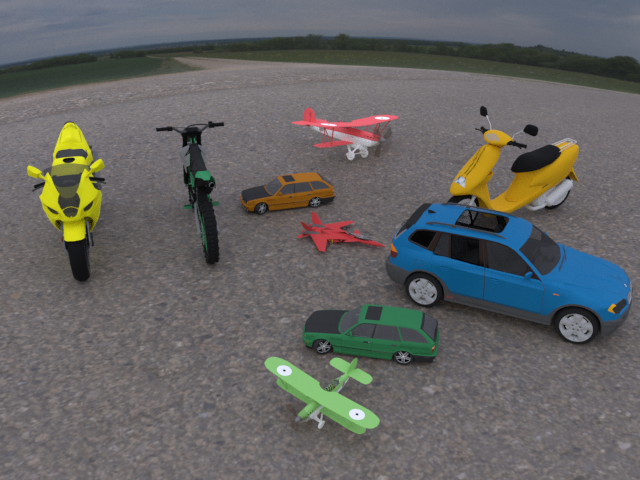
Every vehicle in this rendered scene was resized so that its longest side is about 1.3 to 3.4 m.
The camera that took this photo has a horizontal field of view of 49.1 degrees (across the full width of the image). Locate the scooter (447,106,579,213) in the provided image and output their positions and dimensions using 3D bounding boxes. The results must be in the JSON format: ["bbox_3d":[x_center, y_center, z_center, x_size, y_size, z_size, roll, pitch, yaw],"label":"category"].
[{"bbox_3d":[3.111,-1.148,11.100,2.721,1.786,1.288,-13,29,-24],"label":"scooter"}]

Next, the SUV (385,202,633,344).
[{"bbox_3d":[2.373,0.308,8.933,3.058,1.128,1.276,12,29,23],"label":"SUV"}]

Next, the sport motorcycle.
[{"bbox_3d":[-3.601,-0.643,10.305,0.983,1.596,2.955,-8,28,-15],"label":"sport motorcycle"}]

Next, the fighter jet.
[{"bbox_3d":[0.372,-0.110,10.704,1.358,0.286,1.147,12,29,23],"label":"fighter jet"}]

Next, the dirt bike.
[{"bbox_3d":[-1.874,-0.873,10.686,1.024,1.666,2.903,-7,28,-14],"label":"dirt bike"}]

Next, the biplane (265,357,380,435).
[{"bbox_3d":[0.096,1.566,7.122,1.336,0.504,1.090,18,32,31],"label":"biplane"}]

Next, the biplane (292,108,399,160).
[{"bbox_3d":[0.471,-2.191,14.076,2.120,0.981,2.598,21,33,36],"label":"biplane"}]

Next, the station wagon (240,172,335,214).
[{"bbox_3d":[-0.567,-0.829,11.928,1.597,0.473,0.682,-8,28,-16],"label":"station wagon"}]

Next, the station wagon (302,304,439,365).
[{"bbox_3d":[0.589,1.044,8.196,1.597,0.473,0.682,6,27,11],"label":"station wagon"}]
